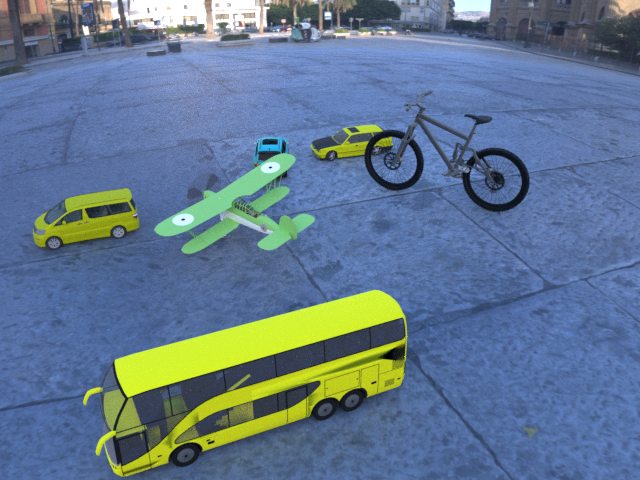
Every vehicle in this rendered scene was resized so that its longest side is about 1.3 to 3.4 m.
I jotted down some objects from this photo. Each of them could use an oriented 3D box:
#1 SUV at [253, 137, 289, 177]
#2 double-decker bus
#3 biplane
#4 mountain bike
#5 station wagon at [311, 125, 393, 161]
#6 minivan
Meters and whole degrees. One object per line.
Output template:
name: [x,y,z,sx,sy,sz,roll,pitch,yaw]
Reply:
SUV: [-0.908,-1.637,13.044,0.656,0.580,1.572,-1,29,-1]
double-decker bus: [-0.650,1.401,7.051,3.251,1.052,0.756,-13,31,-22]
biplane: [-1.112,-0.361,10.317,2.120,0.981,2.598,24,37,37]
mountain bike: [2.052,-1.433,11.528,2.857,1.688,1.114,14,32,24]
station wagon: [0.613,-1.931,13.687,1.597,0.473,0.682,-9,30,-16]
minivan: [-3.574,-0.341,10.659,1.548,0.616,0.681,-11,31,-19]
